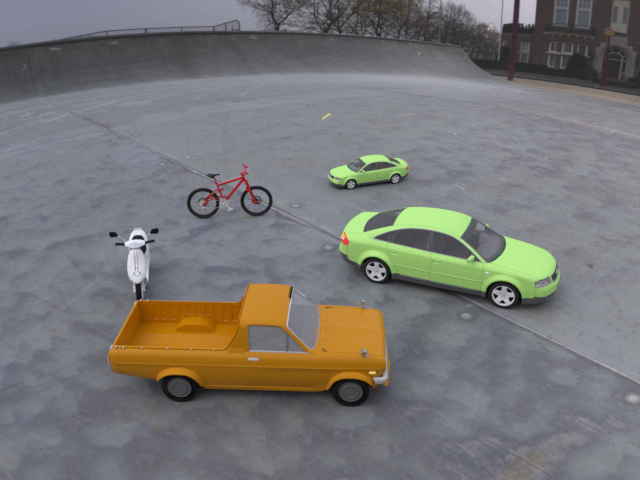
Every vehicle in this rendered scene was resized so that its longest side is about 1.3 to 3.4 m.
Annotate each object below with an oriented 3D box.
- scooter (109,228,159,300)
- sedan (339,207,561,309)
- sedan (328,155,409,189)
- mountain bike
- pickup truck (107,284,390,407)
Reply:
[{"bbox_3d":[-2.570,0.210,9.872,0.662,0.919,1.399,-5,26,-11],"label":"scooter"},{"bbox_3d":[1.828,0.124,10.025,3.137,0.940,1.235,11,28,21],"label":"sedan"},{"bbox_3d":[0.940,-1.363,13.603,1.613,0.483,0.635,-9,27,-17],"label":"sedan"},{"bbox_3d":[-1.549,-0.791,11.987,1.469,0.868,0.573,-3,26,-5],"label":"mountain bike"},{"bbox_3d":[-0.753,1.099,7.960,3.117,0.993,1.244,1,26,2],"label":"pickup truck"}]
